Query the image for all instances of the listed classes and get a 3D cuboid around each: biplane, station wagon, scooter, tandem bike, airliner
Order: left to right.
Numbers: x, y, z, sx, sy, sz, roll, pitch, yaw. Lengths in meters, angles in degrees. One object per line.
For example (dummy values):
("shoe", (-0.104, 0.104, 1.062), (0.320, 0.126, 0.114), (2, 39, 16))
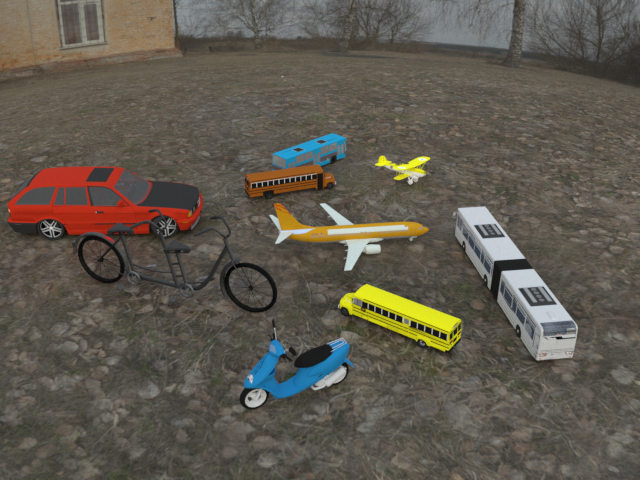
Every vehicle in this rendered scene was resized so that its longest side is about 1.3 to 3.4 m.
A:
("station wagon", (-3.534, -0.681, 11.697), (3.105, 0.920, 1.327), (0, 29, -1))
("tandem bike", (-2.074, 0.219, 9.625), (3.192, 1.326, 0.550), (9, 30, 17))
("scooter", (-0.253, 1.393, 7.896), (1.399, 0.919, 0.662), (-12, 31, -21))
("airliner", (0.506, -0.278, 11.048), (2.541, 0.835, 2.257), (-4, 29, -8))
("biplane", (1.606, -1.372, 13.398), (1.090, 0.504, 1.336), (17, 33, 28))

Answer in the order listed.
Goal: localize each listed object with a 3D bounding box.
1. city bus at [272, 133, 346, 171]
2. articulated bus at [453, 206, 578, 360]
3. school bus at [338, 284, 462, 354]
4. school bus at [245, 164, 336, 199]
("city bus", (-0.193, -1.672, 13.995), (1.674, 0.460, 0.476), (-25, 37, -38))
("articulated bus", (2.659, 0.473, 9.957), (0.605, 0.561, 3.401), (-4, 29, -7))
("school bus", (1.003, 0.983, 9.154), (1.708, 0.434, 0.365), (19, 34, 31))
("school bus", (-0.531, -1.094, 12.962), (1.708, 0.434, 0.365), (-10, 30, -18))
